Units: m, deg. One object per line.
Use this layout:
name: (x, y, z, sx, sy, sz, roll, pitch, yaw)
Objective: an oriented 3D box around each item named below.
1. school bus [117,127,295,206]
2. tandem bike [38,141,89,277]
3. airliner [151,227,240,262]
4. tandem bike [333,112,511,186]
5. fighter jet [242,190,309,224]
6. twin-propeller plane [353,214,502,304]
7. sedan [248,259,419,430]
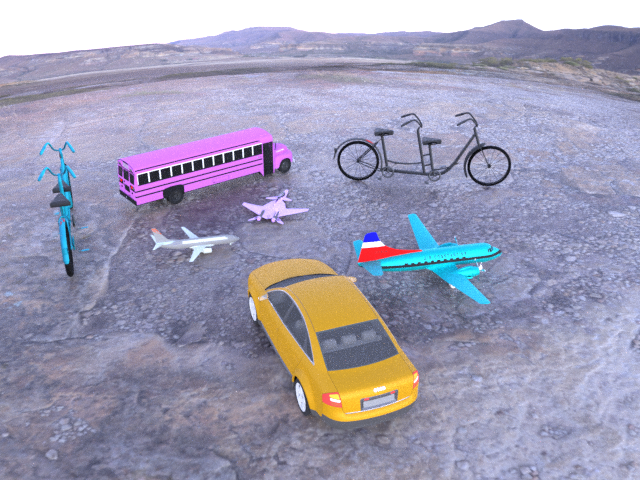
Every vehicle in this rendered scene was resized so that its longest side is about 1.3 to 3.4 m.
school bus: (-1.931, -1.372, 12.567, 3.322, 0.844, 0.709, -20, 33, -33)
tandem bike: (-3.861, -0.608, 10.555, 0.550, 1.326, 3.192, -8, 28, -16)
airliner: (-1.851, -0.050, 10.451, 1.307, 0.429, 1.161, -7, 28, -14)
tandem bike: (1.826, -1.630, 12.540, 3.192, 1.326, 0.550, 3, 27, 6)
fighter jet: (-0.725, -0.669, 11.809, 1.147, 0.286, 1.358, 6, 28, 12)
twin-propeller plane: (1.545, 0.159, 9.648, 2.129, 0.792, 2.663, -6, 28, -12)
sedan: (0.019, 0.916, 8.016, 1.235, 0.940, 3.137, -10, 29, -19)
